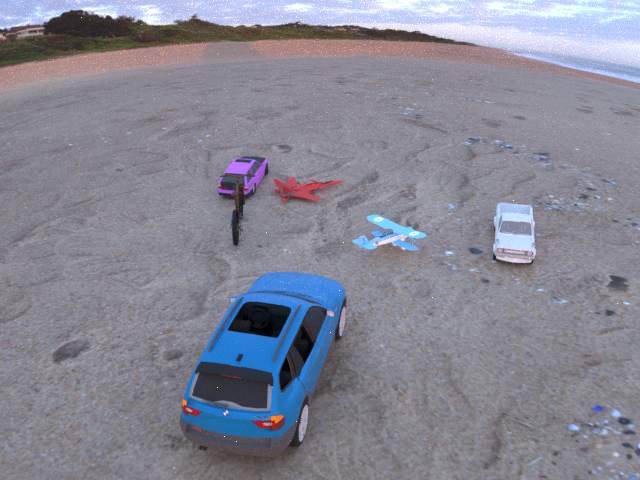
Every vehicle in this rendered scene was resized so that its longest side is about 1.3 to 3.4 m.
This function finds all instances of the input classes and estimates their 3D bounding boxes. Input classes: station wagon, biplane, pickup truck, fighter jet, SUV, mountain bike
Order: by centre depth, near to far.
[{"bbox_3d":[-0.535,1.133,7.959,1.276,1.128,3.058,7,29,12],"label":"SUV"},{"bbox_3d":[1.025,-0.047,10.795,1.090,0.504,1.336,-17,33,-28],"label":"biplane"},{"bbox_3d":[3.068,-0.178,11.032,0.640,0.511,1.603,7,29,12],"label":"pickup truck"},{"bbox_3d":[-1.334,-0.548,11.339,0.573,0.868,1.469,-1,28,-1],"label":"mountain bike"},{"bbox_3d":[-0.169,-1.030,12.842,1.358,0.286,1.147,-14,31,-24],"label":"fighter jet"},{"bbox_3d":[-1.412,-1.277,13.102,0.682,0.473,1.597,5,29,9],"label":"station wagon"}]
